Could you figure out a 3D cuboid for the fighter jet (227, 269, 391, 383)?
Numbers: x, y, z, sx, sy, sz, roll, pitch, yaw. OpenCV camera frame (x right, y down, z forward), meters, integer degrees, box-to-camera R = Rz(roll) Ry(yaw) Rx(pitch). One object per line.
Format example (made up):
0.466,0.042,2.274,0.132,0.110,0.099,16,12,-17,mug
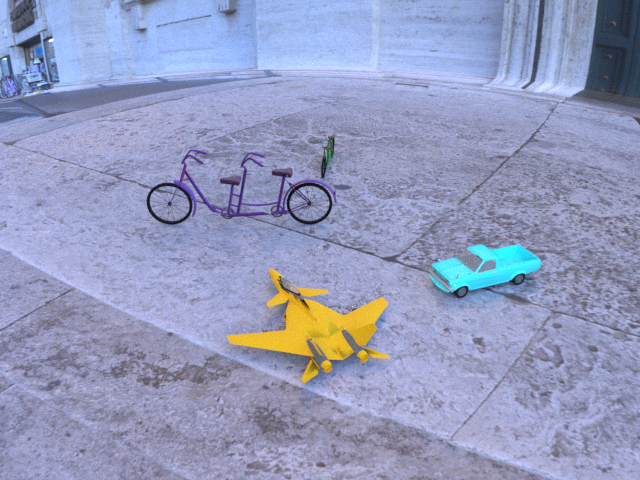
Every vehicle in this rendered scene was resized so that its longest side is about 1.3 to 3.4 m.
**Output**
-0.209,0.824,9.224,2.229,0.557,2.640,-12,29,-22,fighter jet

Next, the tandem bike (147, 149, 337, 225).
-1.314,-0.849,11.638,3.192,1.326,0.550,0,27,-1,tandem bike

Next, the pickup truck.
2.402,0.369,10.160,1.603,0.511,0.640,-11,29,-20,pickup truck

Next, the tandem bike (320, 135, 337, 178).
0.168,-1.810,14.212,0.283,0.682,1.642,4,27,8,tandem bike
